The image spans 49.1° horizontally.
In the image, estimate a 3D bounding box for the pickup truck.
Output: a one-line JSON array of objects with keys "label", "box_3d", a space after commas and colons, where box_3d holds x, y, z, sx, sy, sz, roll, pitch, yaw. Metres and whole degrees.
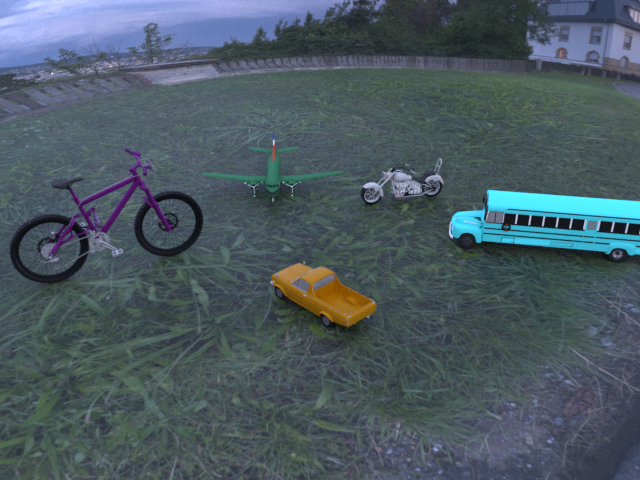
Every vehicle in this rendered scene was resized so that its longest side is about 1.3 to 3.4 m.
[{"label": "pickup truck", "box_3d": [0.020, 0.712, 9.689, 0.640, 0.511, 1.603, -24, 36, -38]}]

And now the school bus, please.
[{"label": "school bus", "box_3d": [3.763, -0.251, 11.143, 3.322, 0.844, 0.709, 5, 28, 10]}]

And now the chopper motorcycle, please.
[{"label": "chopper motorcycle", "box_3d": [1.512, -1.070, 12.771, 1.563, 0.761, 0.466, -6, 29, -11]}]

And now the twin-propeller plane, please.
[{"label": "twin-propeller plane", "box_3d": [-0.893, -1.406, 13.369, 2.663, 0.792, 2.129, -1, 28, -2]}]

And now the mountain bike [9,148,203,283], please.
[{"label": "mountain bike", "box_3d": [-3.125, -0.319, 10.373, 2.857, 1.688, 1.114, -14, 31, -24]}]
